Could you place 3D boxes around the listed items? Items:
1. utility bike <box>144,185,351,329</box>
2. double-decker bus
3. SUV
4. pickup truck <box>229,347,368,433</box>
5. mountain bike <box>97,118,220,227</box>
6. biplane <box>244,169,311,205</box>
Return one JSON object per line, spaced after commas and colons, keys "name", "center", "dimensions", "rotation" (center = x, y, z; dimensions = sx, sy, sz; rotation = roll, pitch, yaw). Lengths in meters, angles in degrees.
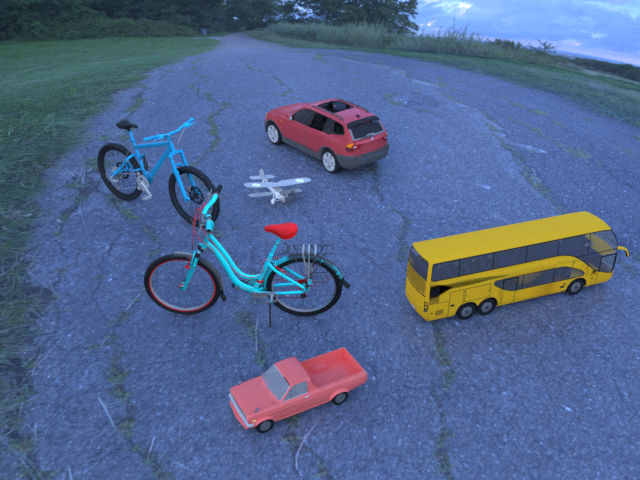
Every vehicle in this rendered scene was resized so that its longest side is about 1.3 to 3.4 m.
{"name": "utility bike", "center": [-0.985, 0.329, 9.159], "dimensions": [2.791, 1.839, 1.039], "rotation": [1, 30, 1]}
{"name": "double-decker bus", "center": [2.795, 0.335, 9.930], "dimensions": [3.251, 1.052, 0.756], "rotation": [-10, 32, -17]}
{"name": "SUV", "center": [0.083, -2.340, 14.435], "dimensions": [1.276, 1.128, 3.058], "rotation": [-22, 37, -33]}
{"name": "pickup truck", "center": [-0.248, 1.676, 8.170], "dimensions": [1.603, 0.511, 0.640], "rotation": [-15, 33, -24]}
{"name": "mountain bike", "center": [-2.849, -1.224, 11.969], "dimensions": [2.857, 1.688, 1.114], "rotation": [19, 35, 29]}
{"name": "biplane", "center": [-0.832, -0.978, 12.721], "dimensions": [1.336, 0.504, 1.090], "rotation": [-17, 35, -27]}
